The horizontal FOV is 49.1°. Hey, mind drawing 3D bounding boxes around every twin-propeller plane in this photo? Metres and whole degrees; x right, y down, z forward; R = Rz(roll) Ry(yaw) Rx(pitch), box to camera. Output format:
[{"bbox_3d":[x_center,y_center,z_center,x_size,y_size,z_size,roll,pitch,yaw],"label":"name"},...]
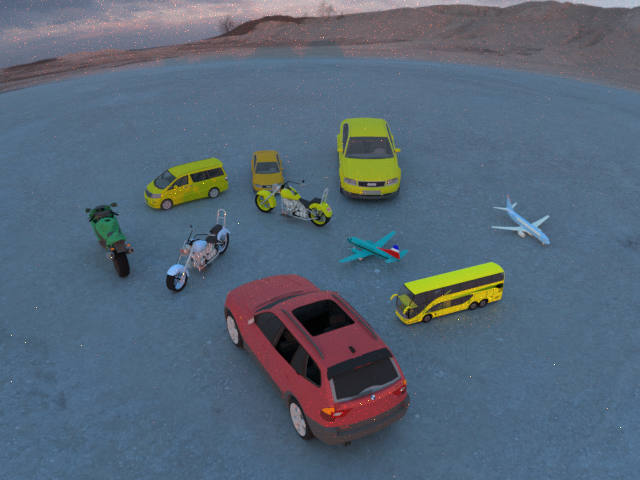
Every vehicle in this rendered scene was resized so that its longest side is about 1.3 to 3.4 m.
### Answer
[{"bbox_3d":[0.845,0.105,11.167,1.095,0.407,1.370,25,37,37],"label":"twin-propeller plane"}]

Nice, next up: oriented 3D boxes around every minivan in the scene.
[{"bbox_3d":[-2.507,-1.060,13.051,1.548,0.616,0.681,-17,33,-28],"label":"minivan"}]

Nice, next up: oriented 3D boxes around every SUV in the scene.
[{"bbox_3d":[-0.144,1.181,8.483,1.276,1.128,3.058,-15,32,-25],"label":"SUV"}]

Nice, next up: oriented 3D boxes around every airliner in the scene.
[{"bbox_3d":[3.526,-0.339,11.943,1.161,0.429,1.307,-11,31,-18],"label":"airliner"}]

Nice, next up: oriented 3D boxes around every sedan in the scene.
[{"bbox_3d":[-1.044,-1.397,13.796,0.635,0.483,1.613,-3,29,-5],"label":"sedan"},{"bbox_3d":[0.951,-1.785,14.025,1.235,0.940,3.137,0,29,0],"label":"sedan"}]

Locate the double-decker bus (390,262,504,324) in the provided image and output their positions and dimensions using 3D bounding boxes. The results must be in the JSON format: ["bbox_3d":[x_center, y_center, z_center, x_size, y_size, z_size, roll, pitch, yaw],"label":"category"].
[{"bbox_3d":[1.818,0.753,9.860,1.672,0.541,0.389,-12,31,-20],"label":"double-decker bus"}]

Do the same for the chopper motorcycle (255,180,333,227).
[{"bbox_3d":[-0.482,-0.706,12.264,1.563,0.761,0.466,17,33,27],"label":"chopper motorcycle"}]

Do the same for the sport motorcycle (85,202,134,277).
[{"bbox_3d":[-3.278,-0.025,10.974,0.506,0.821,1.520,-15,32,-25],"label":"sport motorcycle"}]

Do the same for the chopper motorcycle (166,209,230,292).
[{"bbox_3d":[-1.859,0.146,10.727,0.466,0.761,1.563,13,32,22],"label":"chopper motorcycle"}]
